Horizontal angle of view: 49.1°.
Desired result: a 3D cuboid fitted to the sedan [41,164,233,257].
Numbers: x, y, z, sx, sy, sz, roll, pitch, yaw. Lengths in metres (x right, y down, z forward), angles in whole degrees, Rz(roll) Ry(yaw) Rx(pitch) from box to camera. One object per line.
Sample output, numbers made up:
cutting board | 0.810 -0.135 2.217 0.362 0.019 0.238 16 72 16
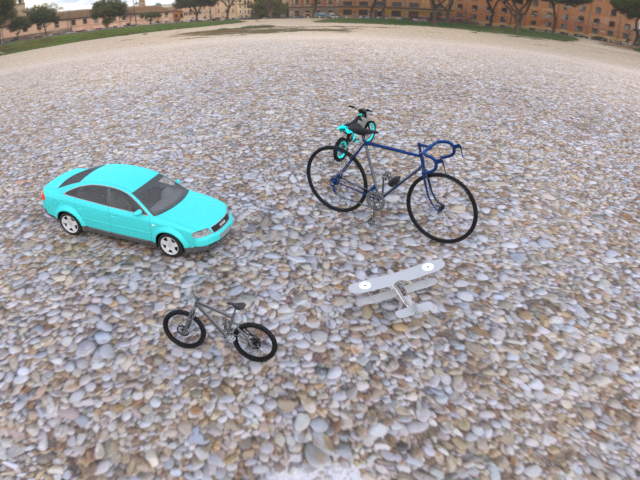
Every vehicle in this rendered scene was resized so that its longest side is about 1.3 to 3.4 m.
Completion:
sedan | -2.865 -0.585 10.922 3.137 0.940 1.235 12 33 18

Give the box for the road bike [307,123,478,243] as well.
road bike | 1.044 -0.941 10.820 3.004 1.656 0.696 18 35 28

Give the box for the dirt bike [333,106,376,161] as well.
dirt bike | 0.682 -2.106 13.543 0.527 0.857 1.493 20 36 29

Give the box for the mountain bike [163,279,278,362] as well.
mountain bike | -1.209 1.014 8.321 1.469 0.868 0.573 8 32 13

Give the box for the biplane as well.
biplane | 1.063 0.683 9.229 1.336 0.504 1.090 -8 32 -13
